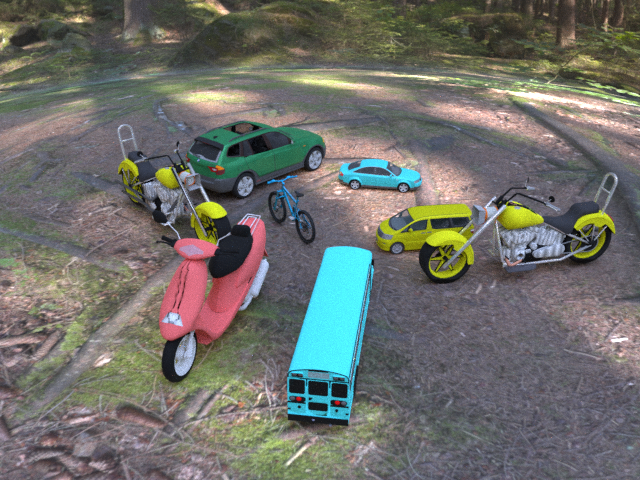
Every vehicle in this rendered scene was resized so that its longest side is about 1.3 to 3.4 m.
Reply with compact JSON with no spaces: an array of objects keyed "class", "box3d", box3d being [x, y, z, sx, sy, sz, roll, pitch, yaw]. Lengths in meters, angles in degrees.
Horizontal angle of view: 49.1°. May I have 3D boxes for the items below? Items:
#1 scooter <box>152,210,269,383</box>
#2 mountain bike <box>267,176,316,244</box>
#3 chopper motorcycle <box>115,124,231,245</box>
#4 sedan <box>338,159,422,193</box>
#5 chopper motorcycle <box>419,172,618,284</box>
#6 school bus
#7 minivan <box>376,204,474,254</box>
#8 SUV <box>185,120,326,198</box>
[{"class":"scooter","box3d":[-1.298,0.398,8.822,1.288,1.786,2.721,9,29,18]},{"class":"mountain bike","box3d":[-0.485,-0.527,11.618,0.573,0.868,1.469,-17,32,-29]},{"class":"chopper motorcycle","box3d":[-2.507,-0.907,11.687,0.906,1.480,3.040,-23,35,-38]},{"class":"sedan","box3d":[1.160,-1.272,13.481,1.613,0.483,0.635,5,28,9]},{"class":"chopper motorcycle","box3d":[2.949,-0.182,10.281,3.040,1.480,0.906,-6,28,-11]},{"class":"school bus","box3d":[0.224,0.963,8.755,0.709,0.844,3.322,4,28,8]},{"class":"minivan","box3d":[1.678,-0.201,11.260,1.548,0.616,0.681,-3,27,-7]},{"class":"SUV","box3d":[-1.209,-1.761,13.726,1.276,1.128,3.058,23,35,37]}]
